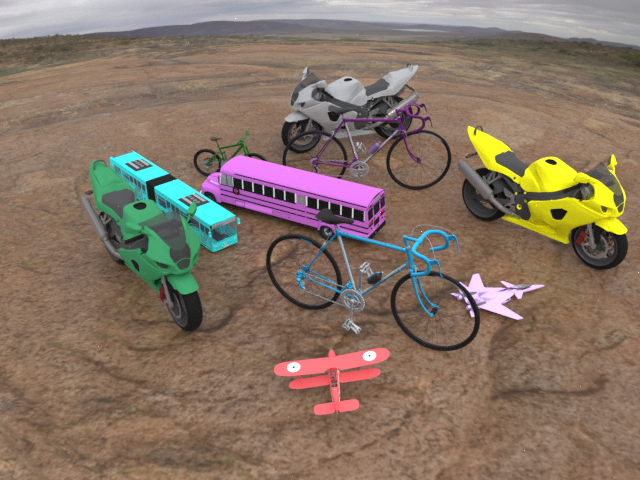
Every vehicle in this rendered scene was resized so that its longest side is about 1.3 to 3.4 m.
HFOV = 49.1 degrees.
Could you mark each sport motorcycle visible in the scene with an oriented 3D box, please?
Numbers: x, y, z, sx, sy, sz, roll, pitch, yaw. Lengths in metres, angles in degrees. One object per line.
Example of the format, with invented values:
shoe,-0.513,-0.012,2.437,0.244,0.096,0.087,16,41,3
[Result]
sport motorcycle,0.614,-2.664,14.115,2.955,1.596,0.983,-12,33,-19
sport motorcycle,3.415,-0.687,10.821,0.983,1.596,2.955,-25,39,-35
sport motorcycle,-2.427,0.026,9.632,0.983,1.596,2.955,-21,37,-31

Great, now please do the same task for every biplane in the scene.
biplane,0.140,1.616,8.043,1.336,0.504,1.090,-1,31,-2

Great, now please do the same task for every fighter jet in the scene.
fighter jet,2.576,0.697,9.787,1.358,0.286,1.147,-11,33,-17

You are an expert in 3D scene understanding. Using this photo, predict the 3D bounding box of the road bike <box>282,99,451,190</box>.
road bike,0.833,-1.623,12.322,3.004,1.656,0.697,0,31,-1

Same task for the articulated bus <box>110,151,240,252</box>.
articulated bus,-2.558,-0.725,11.889,0.605,0.561,3.401,-24,39,-34

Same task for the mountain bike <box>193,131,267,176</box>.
mountain bike,-1.654,-1.525,12.924,1.469,0.868,0.573,6,32,10

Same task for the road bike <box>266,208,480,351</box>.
road bike,0.590,0.447,8.873,3.004,1.656,0.697,15,34,24

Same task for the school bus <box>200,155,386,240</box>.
school bus,-0.546,-0.740,11.639,3.322,0.844,0.709,16,34,25
